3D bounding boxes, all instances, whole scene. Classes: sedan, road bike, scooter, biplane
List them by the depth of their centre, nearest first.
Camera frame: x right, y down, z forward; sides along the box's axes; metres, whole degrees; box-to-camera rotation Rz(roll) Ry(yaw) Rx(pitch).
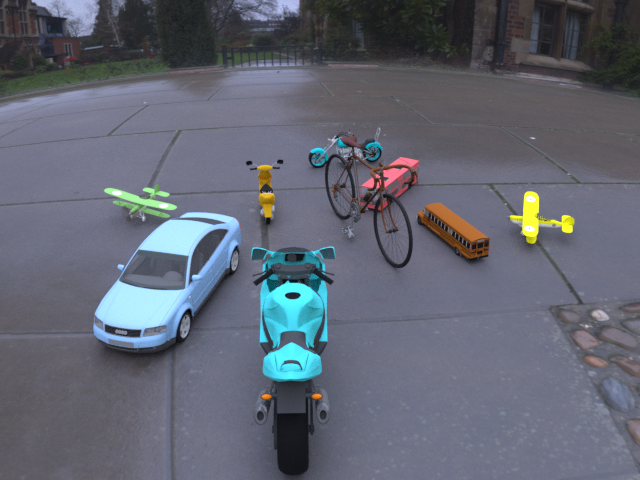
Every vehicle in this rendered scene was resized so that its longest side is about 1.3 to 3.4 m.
[{"bbox_3d":[-2.067,0.406,9.876,1.235,0.940,3.137,7,29,13],"label":"sedan"},{"bbox_3d":[0.721,-0.750,11.299,0.696,1.656,3.004,-12,30,-21],"label":"road bike"},{"bbox_3d":[3.662,-0.297,11.674,1.090,0.504,1.336,7,29,13],"label":"biplane"},{"bbox_3d":[-3.075,-0.659,12.360,1.336,0.504,1.090,7,29,14],"label":"biplane"},{"bbox_3d":[-0.958,-0.925,12.420,0.662,0.919,1.399,-3,28,-6],"label":"scooter"}]

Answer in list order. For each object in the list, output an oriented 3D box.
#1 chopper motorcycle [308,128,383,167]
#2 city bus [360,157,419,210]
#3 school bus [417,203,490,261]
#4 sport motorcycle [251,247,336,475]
[{"bbox_3d":[0.537,-1.909,14.452,1.563,0.761,0.466,-5,28,-10],"label":"chopper motorcycle"},{"bbox_3d":[1.329,-1.052,13.152,0.476,0.460,1.674,16,32,27],"label":"city bus"},{"bbox_3d":[2.150,-0.189,11.546,0.365,0.434,1.708,-11,30,-20],"label":"school bus"},{"bbox_3d":[-0.292,1.148,7.768,0.983,1.596,2.955,-1,28,-1],"label":"sport motorcycle"}]
